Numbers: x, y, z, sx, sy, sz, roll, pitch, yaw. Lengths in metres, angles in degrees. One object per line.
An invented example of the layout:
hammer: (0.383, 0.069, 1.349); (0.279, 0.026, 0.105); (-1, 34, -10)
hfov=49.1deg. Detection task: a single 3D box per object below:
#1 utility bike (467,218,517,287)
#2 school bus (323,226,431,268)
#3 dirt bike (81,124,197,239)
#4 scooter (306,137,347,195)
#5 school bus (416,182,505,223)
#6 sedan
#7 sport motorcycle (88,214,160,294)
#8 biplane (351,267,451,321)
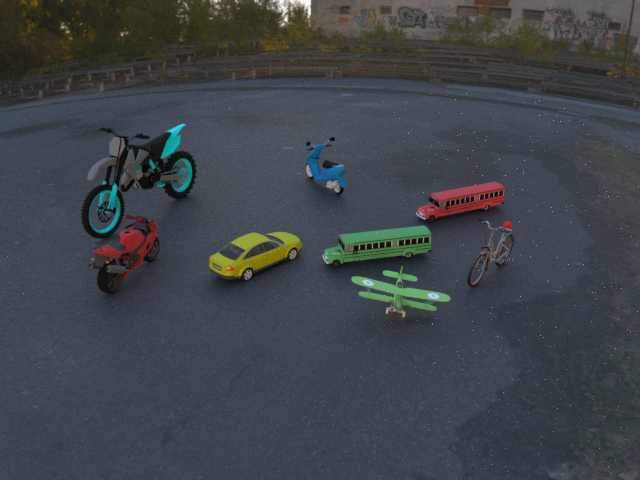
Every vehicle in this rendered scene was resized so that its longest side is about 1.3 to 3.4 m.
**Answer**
utility bike: (2.620, 0.114, 10.348); (0.535, 0.946, 1.435); (20, 32, 35)
school bus: (0.891, 0.094, 10.977); (1.708, 0.434, 0.365); (-6, 27, -13)
dirt bike: (-3.095, -1.179, 12.192); (1.024, 1.666, 2.903); (13, 29, 25)
scooter: (0.096, -1.476, 13.663); (0.662, 0.919, 1.399); (-15, 30, -28)
school bus: (2.525, -0.691, 12.597); (1.708, 0.434, 0.365); (-11, 28, -22)
sedan: (-0.963, 0.159, 10.787); (0.635, 0.483, 1.613); (23, 34, 39)
sport motorcycle: (-2.834, 0.173, 10.370); (0.506, 0.821, 1.520); (9, 27, 18)
biplane: (1.107, 0.714, 9.615); (1.336, 0.504, 1.090); (3, 26, 7)
